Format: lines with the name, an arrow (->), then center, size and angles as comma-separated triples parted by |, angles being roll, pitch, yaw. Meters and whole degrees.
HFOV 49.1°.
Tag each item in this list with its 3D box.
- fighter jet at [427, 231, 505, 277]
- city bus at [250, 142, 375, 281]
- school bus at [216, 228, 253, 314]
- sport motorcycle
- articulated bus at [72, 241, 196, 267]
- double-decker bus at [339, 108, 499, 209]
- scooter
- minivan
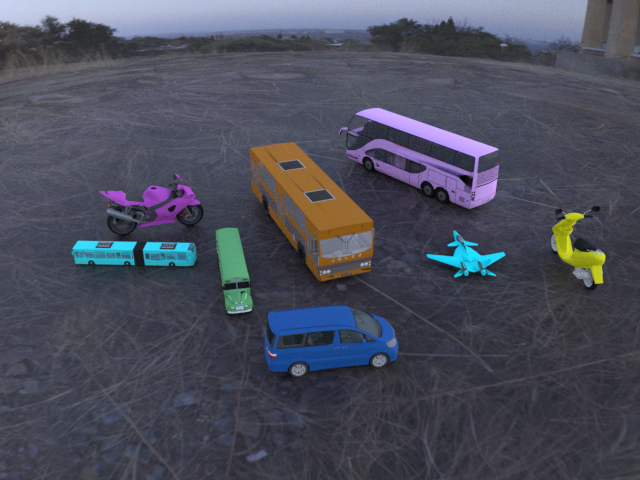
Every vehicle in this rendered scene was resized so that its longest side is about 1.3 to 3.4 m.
fighter jet -> 2.128, 0.104, 10.289 | 1.147, 0.286, 1.358 | -1, 29, -3
city bus -> -0.230, -0.513, 10.783 | 0.926, 0.894, 3.255 | -11, 30, -19
school bus -> -1.189, 0.405, 9.584 | 0.365, 0.434, 1.708 | -6, 29, -10
sport motorcycle -> -2.583, -0.521, 10.874 | 1.520, 0.821, 0.506 | -9, 30, -15
articulated bus -> -2.683, 0.195, 10.119 | 1.749, 0.289, 0.311 | 1, 29, 2
double-decker bus -> 1.691, -1.532, 12.480 | 0.756, 1.052, 3.251 | -22, 36, -35
scooter -> 3.592, 0.032, 9.761 | 0.662, 0.919, 1.399 | -4, 29, -8
minivan -> 0.138, 1.117, 8.094 | 1.548, 0.616, 0.681 | -5, 29, -9
